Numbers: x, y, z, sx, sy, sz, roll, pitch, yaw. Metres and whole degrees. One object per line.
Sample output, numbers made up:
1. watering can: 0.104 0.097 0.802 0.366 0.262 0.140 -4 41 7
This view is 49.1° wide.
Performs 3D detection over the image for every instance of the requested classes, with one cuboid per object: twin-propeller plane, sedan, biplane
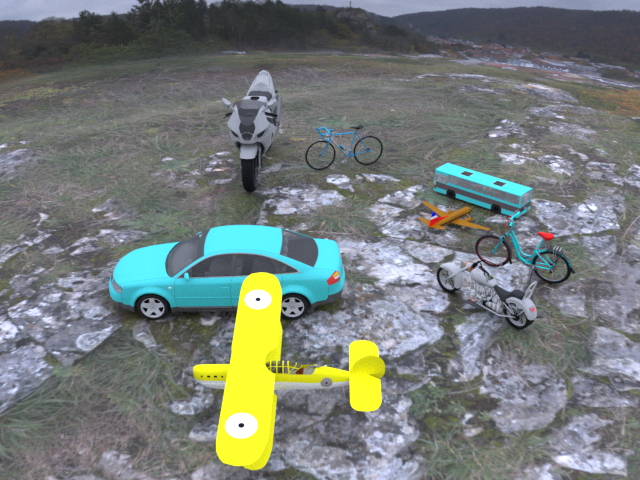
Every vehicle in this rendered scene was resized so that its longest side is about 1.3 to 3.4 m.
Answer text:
1. twin-propeller plane: 2.114 -0.401 11.265 1.095 0.407 1.370 -23 36 -36
2. sedan: -1.236 0.356 9.332 3.137 0.940 1.235 0 29 -1
3. biplane: -0.384 1.438 7.319 2.120 0.981 2.598 1 29 1

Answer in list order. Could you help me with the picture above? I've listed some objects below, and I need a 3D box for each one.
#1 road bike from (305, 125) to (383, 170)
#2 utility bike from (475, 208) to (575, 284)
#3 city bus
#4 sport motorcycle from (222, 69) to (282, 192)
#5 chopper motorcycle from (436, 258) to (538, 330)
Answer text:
1. road bike: 0.469 -1.773 13.303 1.545 0.852 0.358 -7 30 -13
2. utility bike: 2.849 0.117 9.761 1.435 0.946 0.535 17 33 28
3. city bus: 2.766 -0.846 12.022 1.674 0.460 0.476 23 36 36
4. sport motorcycle: -1.187 -2.109 13.141 0.983 1.596 2.955 1 29 2
5. chopper motorcycle: 2.152 0.579 9.111 0.466 0.761 1.563 -21 35 -33
